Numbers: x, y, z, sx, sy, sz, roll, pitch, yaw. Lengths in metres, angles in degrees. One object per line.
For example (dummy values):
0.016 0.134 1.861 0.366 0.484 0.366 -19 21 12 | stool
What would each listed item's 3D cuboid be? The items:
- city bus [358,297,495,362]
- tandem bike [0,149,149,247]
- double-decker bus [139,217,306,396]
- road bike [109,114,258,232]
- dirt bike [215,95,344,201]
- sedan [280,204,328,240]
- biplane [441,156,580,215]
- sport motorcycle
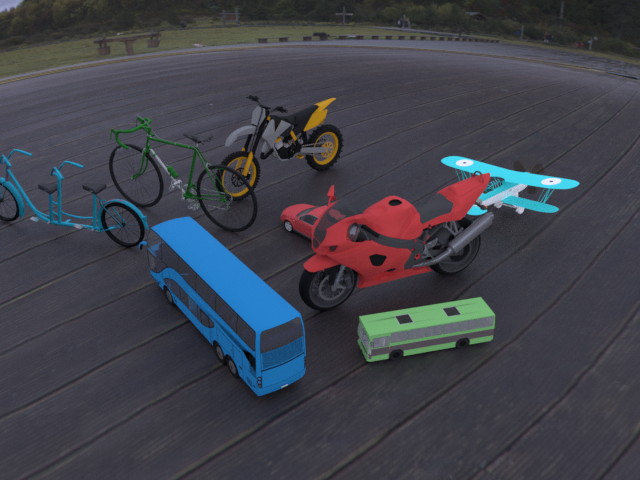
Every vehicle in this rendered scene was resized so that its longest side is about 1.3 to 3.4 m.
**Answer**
1.328 1.129 8.766 1.674 0.460 0.476 -8 31 -13 | city bus
-4.111 -0.666 10.997 3.192 1.326 0.550 11 32 18 | tandem bike
-1.322 0.689 8.935 0.756 1.052 3.251 -19 35 -30 | double-decker bus
-2.306 -1.082 11.385 3.004 1.656 0.697 15 33 24 | road bike
-0.662 -1.743 12.513 2.903 1.666 1.024 -24 38 -35 | dirt bike
0.022 -0.270 11.154 0.635 0.483 1.613 -26 39 -37 | sedan
2.821 -0.794 11.561 2.120 0.981 2.598 -23 37 -34 | biplane
1.053 0.001 9.578 2.955 1.596 0.983 -14 33 -23 | sport motorcycle
